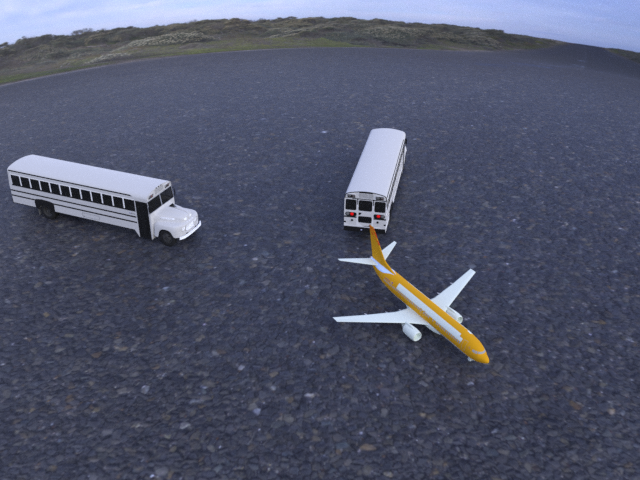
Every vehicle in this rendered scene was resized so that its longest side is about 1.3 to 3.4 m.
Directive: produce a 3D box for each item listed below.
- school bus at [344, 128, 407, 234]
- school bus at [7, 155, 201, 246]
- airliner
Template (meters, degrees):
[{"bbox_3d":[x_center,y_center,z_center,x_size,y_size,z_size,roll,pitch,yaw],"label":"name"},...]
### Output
[{"bbox_3d":[1.024,-1.145,12.099,0.709,0.844,3.322,6,30,10],"label":"school bus"},{"bbox_3d":[-3.483,-0.677,11.279,3.322,0.844,0.709,12,32,20],"label":"school bus"},{"bbox_3d":[1.303,0.670,8.928,2.257,0.835,2.541,-16,34,-26],"label":"airliner"}]
